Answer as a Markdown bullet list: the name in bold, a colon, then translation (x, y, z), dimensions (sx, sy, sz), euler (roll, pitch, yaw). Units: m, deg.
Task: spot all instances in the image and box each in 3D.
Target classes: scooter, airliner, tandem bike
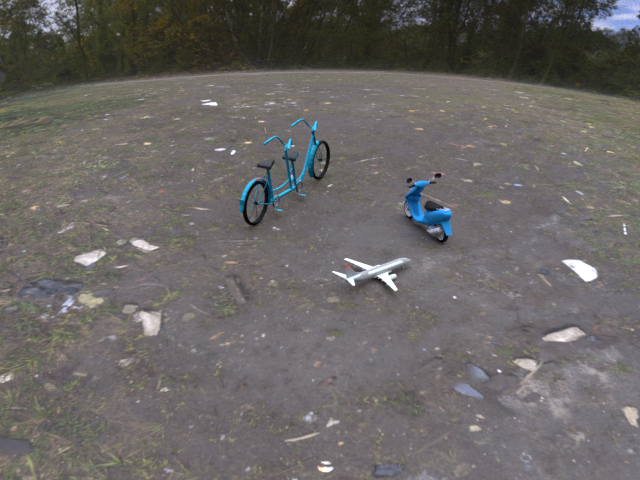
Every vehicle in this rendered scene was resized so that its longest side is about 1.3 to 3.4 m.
- **scooter**: translation (1.779, -0.581, 11.596), dimensions (0.662, 0.919, 1.399), euler (-11, 29, -21)
- **airliner**: translation (0.845, 0.370, 10.247), dimensions (1.307, 0.429, 1.161), euler (-18, 32, -32)
- **tandem bike**: translation (-0.561, -1.323, 12.620), dimensions (0.550, 1.326, 3.192), euler (13, 30, 25)
